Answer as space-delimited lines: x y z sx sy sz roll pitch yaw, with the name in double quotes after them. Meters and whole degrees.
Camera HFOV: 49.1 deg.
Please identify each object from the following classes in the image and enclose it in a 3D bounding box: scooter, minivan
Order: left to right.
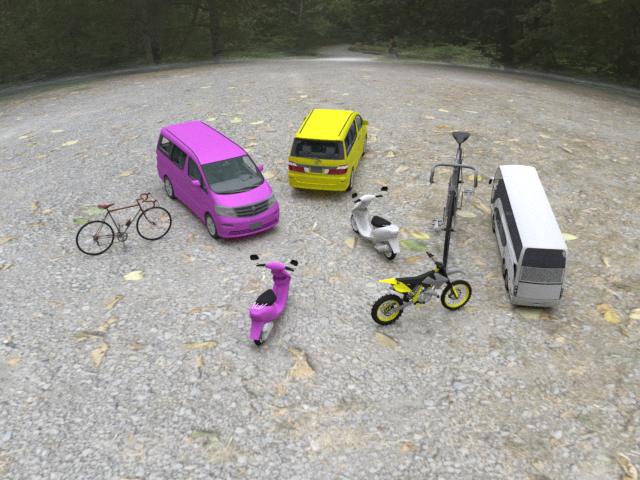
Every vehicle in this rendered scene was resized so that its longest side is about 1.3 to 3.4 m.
-1.844 -1.105 12.247 1.324 1.197 3.011 -17 33 -28 "minivan"
-0.641 0.706 9.201 0.662 0.919 1.399 7 29 13 "scooter"
0.218 -1.934 13.775 1.324 1.197 3.011 5 29 10 "minivan"
0.857 -0.316 11.085 0.662 0.919 1.399 -14 31 -24 "scooter"

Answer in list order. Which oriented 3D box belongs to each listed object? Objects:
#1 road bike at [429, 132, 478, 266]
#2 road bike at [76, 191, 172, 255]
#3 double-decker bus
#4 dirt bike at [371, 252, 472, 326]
2.151 -0.799 11.202 0.696 1.656 3.004 7 29 12 "road bike"
-3.089 -0.259 11.050 1.545 0.852 0.358 -16 32 -27 "road bike"
3.121 -0.199 10.728 0.756 1.052 3.251 3 29 6 "double-decker bus"
1.378 0.667 9.337 1.493 0.857 0.527 -10 30 -17 "dirt bike"
